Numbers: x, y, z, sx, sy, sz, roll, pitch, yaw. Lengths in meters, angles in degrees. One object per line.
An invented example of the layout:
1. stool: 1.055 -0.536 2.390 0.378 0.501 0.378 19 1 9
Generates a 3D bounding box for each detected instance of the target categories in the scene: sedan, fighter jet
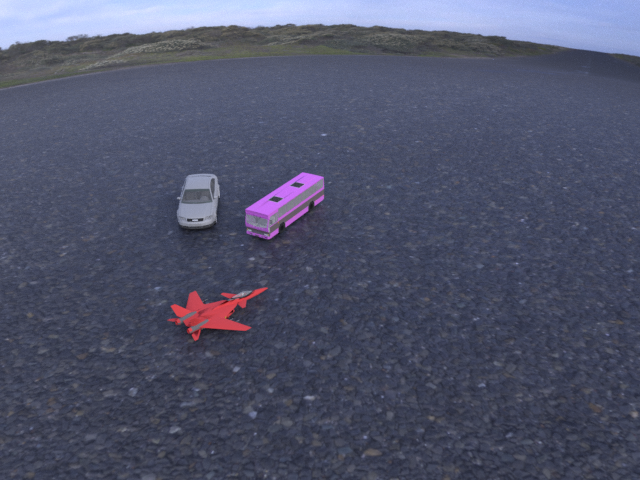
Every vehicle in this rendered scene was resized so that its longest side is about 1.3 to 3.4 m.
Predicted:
1. sedan: -1.945 -0.684 11.227 0.635 0.483 1.613 -2 28 -4
2. fighter jet: -1.171 0.769 8.702 1.358 0.286 1.147 -24 36 -38

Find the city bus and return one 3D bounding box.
1. city bus: -0.522 -0.542 10.985 0.476 0.460 1.674 15 31 26
